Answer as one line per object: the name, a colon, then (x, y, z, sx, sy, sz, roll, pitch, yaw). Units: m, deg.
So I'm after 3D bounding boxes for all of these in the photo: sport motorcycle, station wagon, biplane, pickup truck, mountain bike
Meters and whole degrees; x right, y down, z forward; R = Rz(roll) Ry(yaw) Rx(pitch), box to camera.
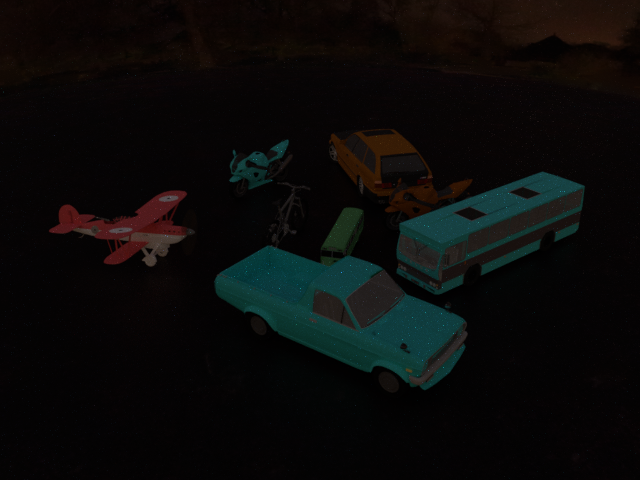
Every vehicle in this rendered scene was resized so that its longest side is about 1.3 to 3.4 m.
sport motorcycle: (1.739, -0.577, 11.352, 1.520, 0.821, 0.506, -7, 28, -13)
station wagon: (1.073, -1.630, 13.333, 1.327, 0.920, 3.105, -7, 28, -13)
biplane: (-2.853, -0.176, 10.378, 2.120, 0.981, 2.598, 4, 27, 9)
pickup truck: (0.189, 0.776, 8.473, 3.117, 0.993, 1.244, 18, 32, 32)
sport motorcycle: (-1.102, -1.302, 12.792, 0.506, 0.821, 1.520, 21, 34, 36)
mountain bike: (-0.520, -0.357, 10.862, 0.573, 0.868, 1.469, 12, 29, 23)

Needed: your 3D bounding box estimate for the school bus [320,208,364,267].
school bus: (0.321, 0.042, 10.553, 0.365, 0.434, 1.708, 7, 28, 13)

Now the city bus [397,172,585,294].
city bus: (2.591, -0.139, 10.399, 3.255, 0.894, 0.926, -19, 33, -33)
